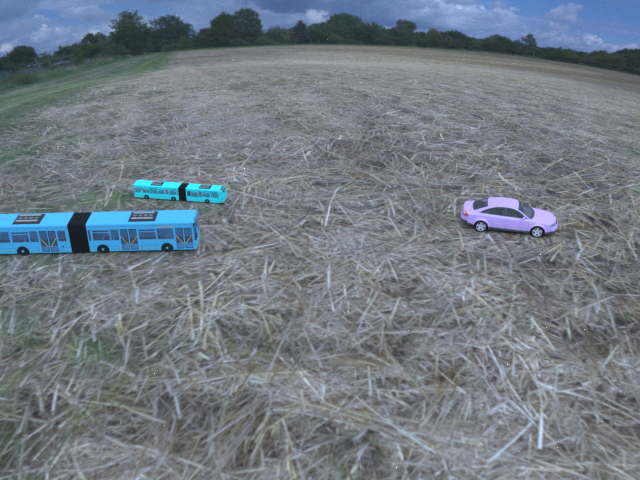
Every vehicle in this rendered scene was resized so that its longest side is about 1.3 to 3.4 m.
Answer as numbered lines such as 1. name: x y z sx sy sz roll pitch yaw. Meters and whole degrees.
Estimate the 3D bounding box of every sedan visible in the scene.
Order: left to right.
1. sedan: 3.231 -0.434 11.951 1.613 0.483 0.635 6 29 12

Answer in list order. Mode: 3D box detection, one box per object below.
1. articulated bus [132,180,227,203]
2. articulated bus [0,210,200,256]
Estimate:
1. articulated bus: -2.616 -0.901 13.029 1.749 0.289 0.311 4 28 8
2. articulated bus: -3.639 -0.128 11.295 3.401 0.561 0.605 -1 28 -3
